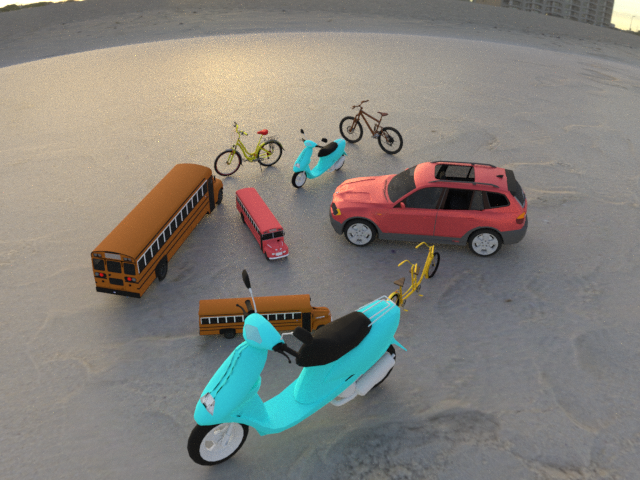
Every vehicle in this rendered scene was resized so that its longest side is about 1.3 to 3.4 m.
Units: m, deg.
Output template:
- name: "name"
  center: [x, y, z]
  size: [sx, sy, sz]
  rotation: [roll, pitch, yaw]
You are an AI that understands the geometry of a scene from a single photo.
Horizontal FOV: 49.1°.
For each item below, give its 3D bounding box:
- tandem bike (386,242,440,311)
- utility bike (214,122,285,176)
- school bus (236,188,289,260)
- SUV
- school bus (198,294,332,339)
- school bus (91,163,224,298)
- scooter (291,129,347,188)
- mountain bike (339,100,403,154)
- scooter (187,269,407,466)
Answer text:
- name: "tandem bike"
  center: [1.265, 0.514, 9.509]
  size: [0.283, 0.682, 1.642]
  rotation: [20, 37, 29]
- name: "utility bike"
  center: [-1.259, -1.660, 12.762]
  size: [1.435, 0.946, 0.535]
  rotation: [-17, 36, -25]
- name: "school bus"
  center: [-0.920, -0.266, 11.001]
  size: [0.365, 0.434, 1.708]
  rotation: [-12, 34, -19]
- name: "SUV"
  center: [1.673, -0.591, 10.867]
  size: [3.058, 1.128, 1.276]
  rotation: [5, 32, 8]
- name: "school bus"
  center: [-0.694, 0.971, 9.007]
  size: [1.708, 0.434, 0.365]
  rotation: [-3, 32, -4]
- name: "school bus"
  center: [-2.333, -0.320, 10.699]
  size: [0.709, 0.844, 3.322]
  rotation: [7, 33, 12]
- name: "scooter"
  center: [-0.003, -1.530, 12.578]
  size: [0.662, 0.919, 1.399]
  rotation: [27, 41, 36]
- name: "mountain bike"
  center: [0.993, -2.198, 13.703]
  size: [1.469, 0.868, 0.573]
  rotation: [21, 37, 30]
- name: "scooter"
  center: [-0.179, 1.232, 7.304]
  size: [2.721, 1.786, 1.288]
  rotation: [-19, 37, -28]
